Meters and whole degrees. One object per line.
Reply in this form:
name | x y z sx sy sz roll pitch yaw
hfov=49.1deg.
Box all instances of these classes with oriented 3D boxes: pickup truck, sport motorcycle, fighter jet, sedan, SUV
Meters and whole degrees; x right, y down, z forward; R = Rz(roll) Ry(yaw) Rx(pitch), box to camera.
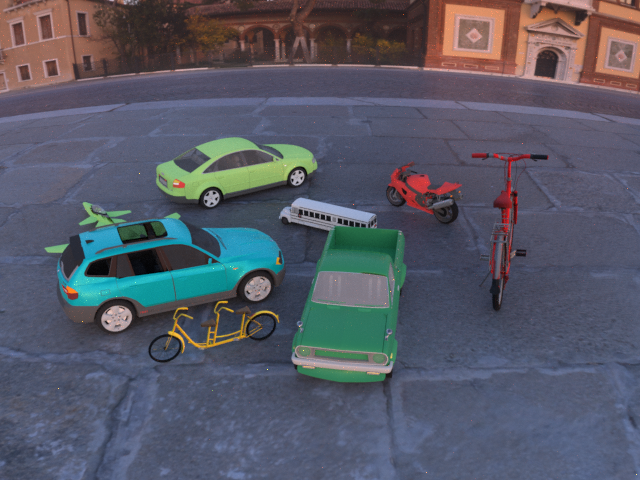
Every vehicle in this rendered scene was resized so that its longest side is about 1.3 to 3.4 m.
pickup truck | 0.463 0.612 9.067 1.244 0.993 3.117 4 27 8
sport motorcycle | 1.764 -0.814 12.070 1.520 0.821 0.506 23 35 37
fighter jet | -3.427 -0.336 11.420 2.229 0.557 2.640 -18 32 -32
sedan | -1.499 -1.404 13.103 3.137 0.940 1.235 -16 31 -29
SUV | -1.994 0.306 9.522 3.058 1.128 1.276 -11 29 -20

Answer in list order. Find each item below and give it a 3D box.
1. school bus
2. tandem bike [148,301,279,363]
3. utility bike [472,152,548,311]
school bus | 0.103 -0.364 11.610 1.708 0.434 0.365 14 30 25
tandem bike | -1.276 1.066 8.516 1.642 0.682 0.283 -11 29 -20
utility bike | 2.539 -0.271 9.874 1.039 1.839 2.791 8 28 16
